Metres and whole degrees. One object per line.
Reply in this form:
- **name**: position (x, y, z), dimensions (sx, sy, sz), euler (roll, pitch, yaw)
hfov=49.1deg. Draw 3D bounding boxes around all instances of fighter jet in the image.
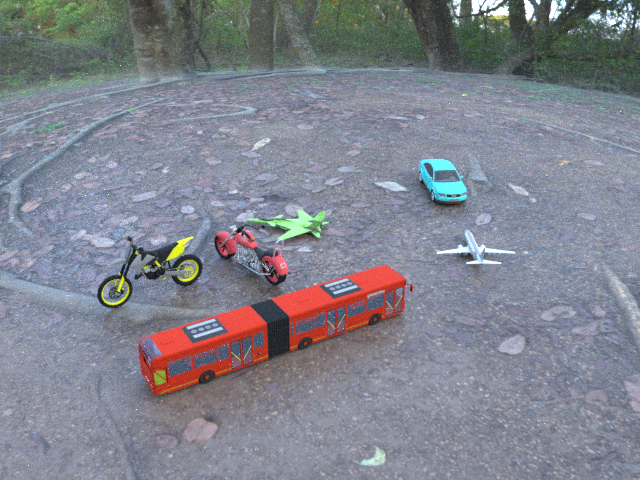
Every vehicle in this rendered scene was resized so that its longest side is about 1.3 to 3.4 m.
- **fighter jet**: position (-0.580, -0.329, 11.363), dimensions (1.358, 0.286, 1.147), euler (7, 27, 13)

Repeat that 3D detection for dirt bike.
- **dirt bike**: position (-2.251, 0.376, 9.308), dimensions (1.493, 0.857, 0.527), euler (-18, 31, -31)

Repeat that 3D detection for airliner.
- **airliner**: position (2.311, 0.038, 10.464), dimensions (1.161, 0.429, 1.307), euler (0, 26, 0)

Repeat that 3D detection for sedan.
- **sedan**: position (2.230, -1.127, 12.745), dimensions (0.635, 0.483, 1.613), euler (-3, 27, -5)

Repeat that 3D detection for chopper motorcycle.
- **chopper motorcycle**: position (-1.008, 0.107, 9.955), dimensions (0.466, 0.761, 1.563), euler (-23, 34, -38)

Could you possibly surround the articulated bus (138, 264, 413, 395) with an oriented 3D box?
- **articulated bus**: position (-0.431, 1.006, 8.372), dimensions (3.401, 0.561, 0.605), euler (-15, 30, -27)
